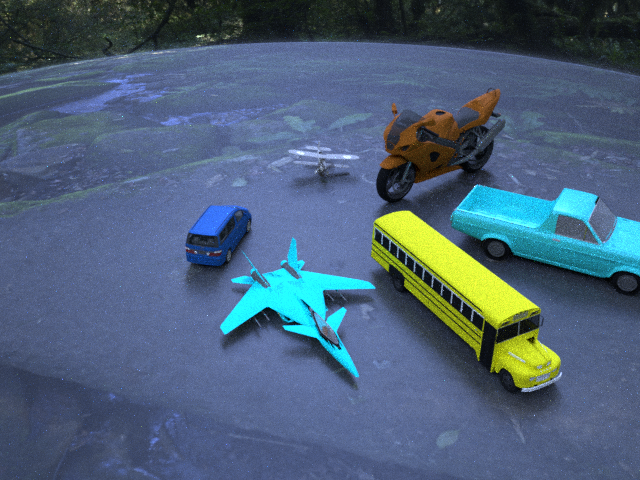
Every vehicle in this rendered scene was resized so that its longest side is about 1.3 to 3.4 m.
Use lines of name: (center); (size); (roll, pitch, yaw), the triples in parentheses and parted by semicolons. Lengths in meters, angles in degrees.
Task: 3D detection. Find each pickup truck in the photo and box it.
pickup truck: (3.581, -0.187, 10.471); (3.117, 0.993, 1.244); (16, 34, 25)

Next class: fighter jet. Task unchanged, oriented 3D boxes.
fighter jet: (-0.160, 0.864, 9.117); (2.229, 0.557, 2.640); (-15, 34, -23)

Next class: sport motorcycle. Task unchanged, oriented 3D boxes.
sport motorcycle: (2.139, -1.712, 12.463); (2.955, 1.596, 0.983); (-22, 37, -32)

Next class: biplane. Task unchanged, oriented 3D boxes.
biplane: (0.052, -1.551, 13.265); (1.336, 0.504, 1.090); (-4, 31, -7)

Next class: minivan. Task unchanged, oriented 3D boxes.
minivan: (-1.544, -0.184, 10.837); (0.681, 0.616, 1.548); (7, 31, 12)

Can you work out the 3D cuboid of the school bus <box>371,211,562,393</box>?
school bus: (1.807, 0.694, 9.123); (0.709, 0.844, 3.322); (-15, 34, -24)
